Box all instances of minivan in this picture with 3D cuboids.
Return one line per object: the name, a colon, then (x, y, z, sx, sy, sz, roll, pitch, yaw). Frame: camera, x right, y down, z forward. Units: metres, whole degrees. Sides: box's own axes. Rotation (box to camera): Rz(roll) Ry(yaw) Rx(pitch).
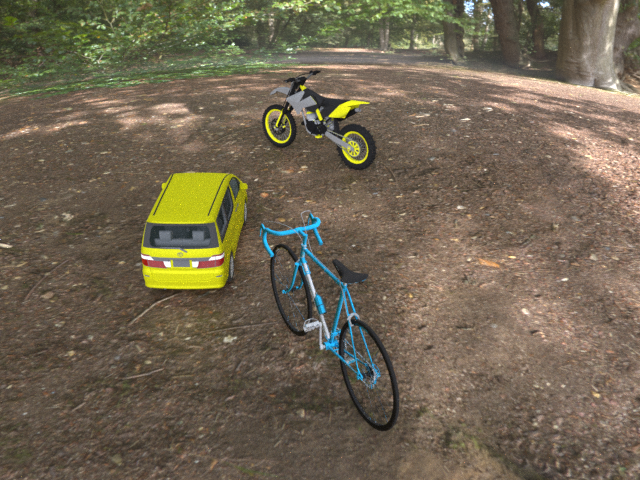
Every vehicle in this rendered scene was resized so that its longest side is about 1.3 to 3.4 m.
minivan: (-1.784, -0.362, 10.400, 1.324, 1.197, 3.011, 0, 27, 1)

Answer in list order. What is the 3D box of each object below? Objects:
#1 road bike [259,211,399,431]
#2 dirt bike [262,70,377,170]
road bike: (0.056, 0.767, 7.701, 0.697, 1.656, 3.004, -13, 30, -24)
dirt bike: (-0.089, -2.412, 13.876, 2.903, 1.666, 1.024, 20, 33, 34)
